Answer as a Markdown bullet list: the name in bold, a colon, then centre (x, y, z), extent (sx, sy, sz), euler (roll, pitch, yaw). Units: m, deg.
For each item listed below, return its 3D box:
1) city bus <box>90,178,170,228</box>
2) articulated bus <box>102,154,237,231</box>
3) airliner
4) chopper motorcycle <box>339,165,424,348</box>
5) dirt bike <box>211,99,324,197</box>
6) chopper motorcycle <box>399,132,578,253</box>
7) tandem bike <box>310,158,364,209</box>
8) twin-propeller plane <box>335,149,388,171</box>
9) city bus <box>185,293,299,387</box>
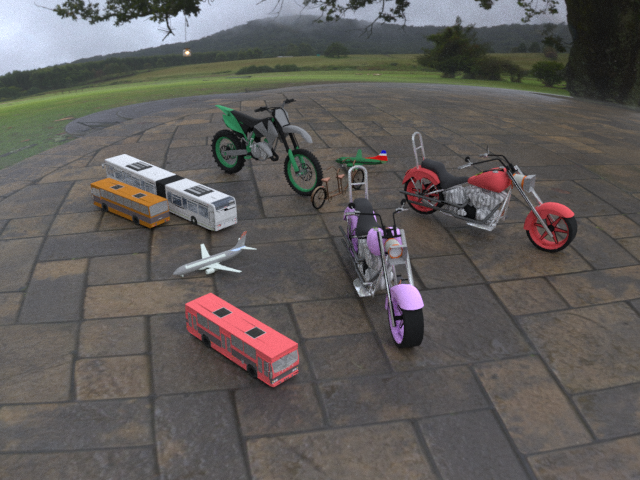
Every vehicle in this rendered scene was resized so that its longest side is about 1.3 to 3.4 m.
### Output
- **city bus**: centre (-3.350, -0.645, 12.304), extent (1.674, 0.460, 0.476), euler (19, 32, 35)
- **articulated bus**: centre (-2.798, -0.910, 12.736), extent (3.401, 0.561, 0.605), euler (22, 33, 38)
- **airliner**: centre (-1.631, 0.220, 10.545), extent (1.307, 0.429, 1.161), euler (-18, 31, -33)
- **chopper motorcycle**: centre (0.819, 0.136, 9.509), extent (0.906, 1.480, 3.040), euler (-5, 26, -10)
- **dirt bike**: centre (-1.073, -1.858, 13.430), extent (2.903, 1.666, 1.024), euler (20, 32, 35)
- **chopper motorcycle**: centre (2.717, -0.814, 11.479), extent (3.040, 1.480, 0.906), euler (18, 31, 32)
- **tandem bike**: centre (0.345, -1.075, 12.941), extent (0.283, 0.682, 1.642), euler (19, 32, 34)
- **twin-propeller plane**: centre (0.858, -1.689, 14.529), extent (1.095, 0.407, 1.370), euler (4, 26, 8)
- **city bus**: centre (-0.973, 1.196, 8.483), extent (0.476, 0.460, 1.674), euler (-23, 34, -40)
